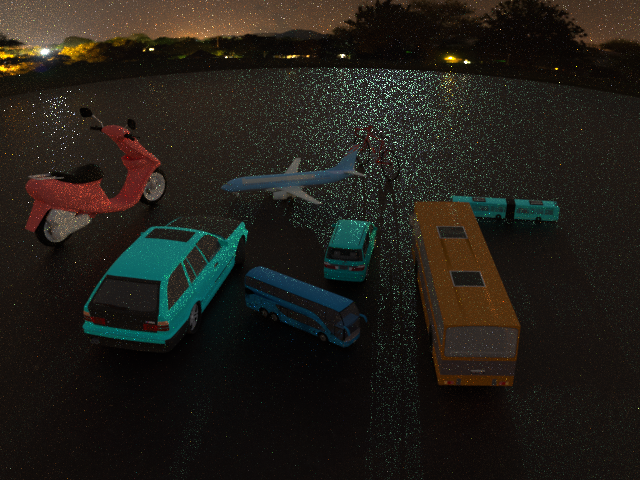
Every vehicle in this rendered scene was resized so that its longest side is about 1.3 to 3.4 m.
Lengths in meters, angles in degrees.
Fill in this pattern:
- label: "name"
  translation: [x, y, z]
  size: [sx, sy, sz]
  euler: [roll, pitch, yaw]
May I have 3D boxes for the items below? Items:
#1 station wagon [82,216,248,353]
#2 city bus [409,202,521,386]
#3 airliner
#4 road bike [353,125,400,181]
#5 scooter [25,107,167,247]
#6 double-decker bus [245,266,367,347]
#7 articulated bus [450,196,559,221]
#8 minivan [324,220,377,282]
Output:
- label: "station wagon"
  translation: [-1.914, 0.303, 9.308]
  size: [1.327, 0.920, 3.105]
  euler: [6, 27, 11]
- label: "city bus"
  translation: [1.712, 0.564, 8.817]
  size: [0.926, 0.894, 3.255]
  euler: [1, 27, 1]
- label: "airliner"
  translation: [-0.501, -1.235, 12.479]
  size: [2.541, 0.835, 2.257]
  euler: [-5, 27, -9]
- label: "road bike"
  translation: [1.066, -1.697, 13.383]
  size: [0.358, 0.852, 1.545]
  euler: [-15, 30, -27]
- label: "scooter"
  translation: [-3.494, -1.059, 11.063]
  size: [1.288, 1.786, 2.721]
  euler: [17, 31, 31]
- label: "double-decker bus"
  translation: [-0.219, 0.825, 8.690]
  size: [1.672, 0.541, 0.389]
  euler: [18, 32, 32]
- label: "articulated bus"
  translation: [3.061, -0.527, 11.673]
  size: [1.749, 0.289, 0.311]
  euler: [4, 27, 7]
- label: "minivan"
  translation: [0.458, 0.048, 10.160]
  size: [0.681, 0.616, 1.548]
  euler: [5, 27, 9]
